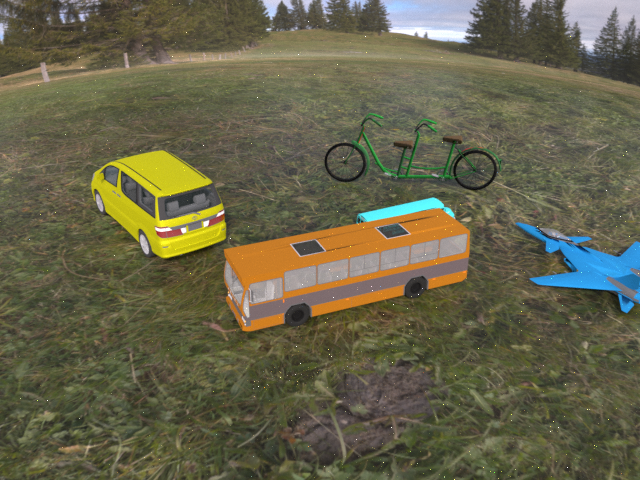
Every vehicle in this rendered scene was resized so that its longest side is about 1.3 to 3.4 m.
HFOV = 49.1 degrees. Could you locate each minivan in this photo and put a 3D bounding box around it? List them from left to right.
[{"bbox_3d":[-2.681,-0.752,11.181,1.324,1.197,3.011,-19,34,-32],"label":"minivan"}]

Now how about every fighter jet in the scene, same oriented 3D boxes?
[{"bbox_3d":[3.819,0.112,10.243,2.229,0.557,2.640,-15,32,-26],"label":"fighter jet"}]

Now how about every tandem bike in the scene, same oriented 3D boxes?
[{"bbox_3d":[1.657,-1.573,12.584,3.192,1.326,0.550,4,28,8],"label":"tandem bike"}]

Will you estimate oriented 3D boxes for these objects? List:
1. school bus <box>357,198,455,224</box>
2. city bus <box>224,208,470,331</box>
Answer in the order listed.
[{"bbox_3d":[1.408,-0.344,11.227,1.708,0.434,0.365,-13,31,-23],"label":"school bus"},{"bbox_3d":[0.395,0.383,9.376,3.255,0.894,0.926,-11,30,-20],"label":"city bus"}]
